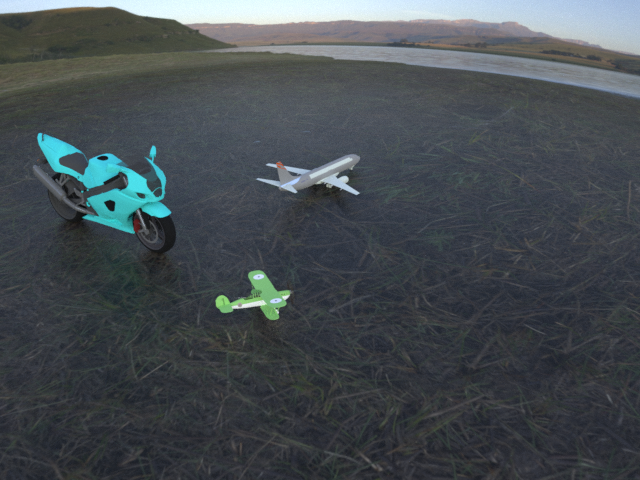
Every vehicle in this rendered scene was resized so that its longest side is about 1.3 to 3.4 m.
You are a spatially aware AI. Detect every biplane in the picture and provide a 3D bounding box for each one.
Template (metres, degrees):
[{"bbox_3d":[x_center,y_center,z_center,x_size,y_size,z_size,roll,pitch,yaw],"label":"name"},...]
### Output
[{"bbox_3d":[-0.884,0.808,9.561,1.090,0.504,1.336,-10,30,-17],"label":"biplane"}]

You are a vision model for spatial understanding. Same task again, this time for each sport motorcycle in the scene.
[{"bbox_3d":[-3.498,-0.796,11.403,2.955,1.596,0.983,17,33,29],"label":"sport motorcycle"}]

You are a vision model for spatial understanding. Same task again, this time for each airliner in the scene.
[{"bbox_3d":[0.005,-1.439,13.415,2.257,0.835,2.541,21,35,34],"label":"airliner"}]
